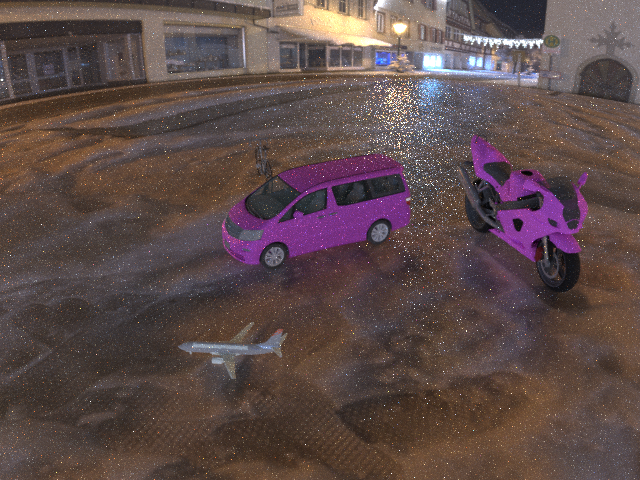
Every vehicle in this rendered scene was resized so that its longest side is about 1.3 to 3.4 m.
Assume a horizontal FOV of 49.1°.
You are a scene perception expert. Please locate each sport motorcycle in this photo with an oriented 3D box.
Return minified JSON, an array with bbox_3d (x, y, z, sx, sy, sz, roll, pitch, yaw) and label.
[{"bbox_3d":[2.979,-0.469,10.462,0.983,1.596,2.955,-8,27,-16],"label":"sport motorcycle"}]

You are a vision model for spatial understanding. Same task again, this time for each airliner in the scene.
[{"bbox_3d":[-1.060,1.209,8.349,1.307,0.429,1.161,3,26,5],"label":"airliner"}]

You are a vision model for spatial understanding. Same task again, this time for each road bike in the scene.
[{"bbox_3d":[-1.083,-1.487,13.404,0.358,0.852,1.545,-7,27,-14],"label":"road bike"}]

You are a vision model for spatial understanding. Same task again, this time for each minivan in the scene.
[{"bbox_3d":[-0.058,-0.512,11.008,3.011,1.197,1.324,-13,29,-24],"label":"minivan"}]
